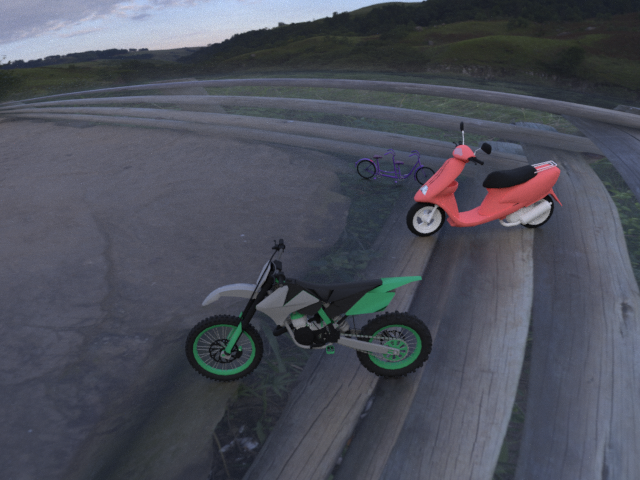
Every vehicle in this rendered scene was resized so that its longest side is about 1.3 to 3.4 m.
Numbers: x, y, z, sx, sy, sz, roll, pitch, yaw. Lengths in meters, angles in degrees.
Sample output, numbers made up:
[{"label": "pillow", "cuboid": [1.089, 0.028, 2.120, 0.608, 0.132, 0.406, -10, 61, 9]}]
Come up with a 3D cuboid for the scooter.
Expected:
[{"label": "scooter", "cuboid": [2.779, -0.943, 11.614, 2.721, 1.786, 1.288, -4, 27, -9]}]

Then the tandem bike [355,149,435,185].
[{"label": "tandem bike", "cuboid": [1.487, -1.465, 13.859, 1.642, 0.682, 0.283, 9, 28, 17]}]

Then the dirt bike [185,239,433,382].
[{"label": "dirt bike", "cuboid": [-0.122, 0.933, 8.057, 2.903, 1.666, 1.024, -1, 27, -2]}]
